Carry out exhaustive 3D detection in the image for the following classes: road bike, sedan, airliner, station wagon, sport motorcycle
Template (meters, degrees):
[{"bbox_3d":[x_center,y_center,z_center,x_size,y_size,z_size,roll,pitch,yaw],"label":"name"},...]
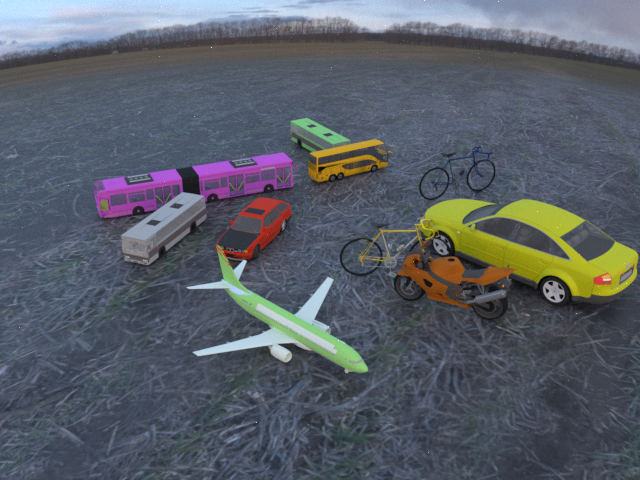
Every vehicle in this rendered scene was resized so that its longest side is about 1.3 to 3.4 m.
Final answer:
[{"bbox_3d":[1.043,0.115,9.609,1.545,0.852,0.358,-1,28,-2],"label":"road bike"},{"bbox_3d":[2.813,-0.046,9.824,1.235,0.940,3.137,-25,36,-39],"label":"sedan"},{"bbox_3d":[-0.413,0.816,8.281,2.541,0.835,2.257,23,35,37],"label":"airliner"},{"bbox_3d":[-0.997,-0.215,10.653,0.682,0.473,1.597,11,29,19],"label":"station wagon"},{"bbox_3d":[2.390,-1.158,12.054,1.545,0.852,0.358,-11,30,-20],"label":"road bike"},{"bbox_3d":[1.665,0.525,8.855,1.520,0.821,0.506,12,30,22],"label":"sport motorcycle"}]

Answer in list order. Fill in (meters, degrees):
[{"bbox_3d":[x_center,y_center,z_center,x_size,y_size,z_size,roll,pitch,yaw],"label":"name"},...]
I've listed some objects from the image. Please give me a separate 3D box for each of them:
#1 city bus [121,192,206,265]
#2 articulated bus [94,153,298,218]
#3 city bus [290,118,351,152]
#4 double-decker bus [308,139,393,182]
[{"bbox_3d":[-2.324,-0.182,10.603,0.476,0.460,1.674,10,29,19],"label":"city bus"},{"bbox_3d":[-2.069,-0.955,11.979,3.401,0.561,0.605,-12,30,-21],"label":"articulated bus"},{"bbox_3d":[-0.008,-1.986,14.070,0.476,0.460,1.674,-16,31,-28],"label":"city bus"},{"bbox_3d":[0.564,-1.484,13.017,1.672,0.541,0.389,-16,31,-27],"label":"double-decker bus"}]
